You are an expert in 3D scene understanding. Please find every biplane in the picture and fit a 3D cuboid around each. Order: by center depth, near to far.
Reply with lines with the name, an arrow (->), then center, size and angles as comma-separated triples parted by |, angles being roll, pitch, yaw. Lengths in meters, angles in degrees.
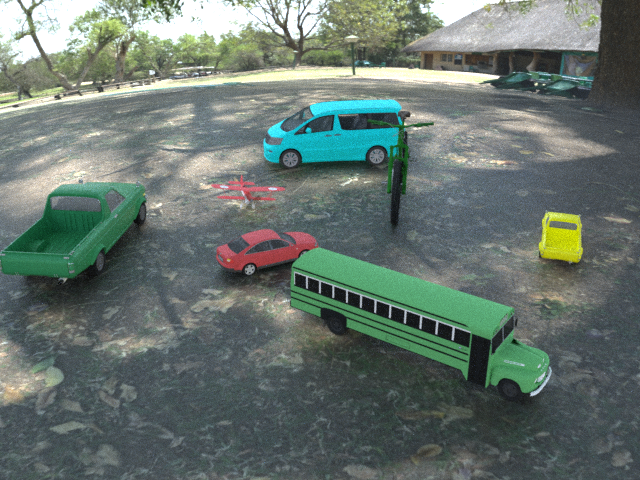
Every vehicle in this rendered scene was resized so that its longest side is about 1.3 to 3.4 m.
biplane -> -1.324, -0.879, 12.743 | 1.336, 0.504, 1.090 | -7, 26, -15

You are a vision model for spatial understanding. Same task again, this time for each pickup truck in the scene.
pickup truck -> -3.734, -0.295, 10.936 | 1.244, 0.993, 3.117 | 3, 25, 6
pickup truck -> 3.825, -0.096, 11.079 | 0.640, 0.511, 1.603 | 8, 26, 16

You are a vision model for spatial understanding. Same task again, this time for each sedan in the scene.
sedan -> -0.784, 0.109, 10.678 | 1.613, 0.483, 0.635 | -13, 28, -26

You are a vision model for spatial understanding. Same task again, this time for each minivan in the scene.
minivan -> 0.291, -2.302, 14.946 | 3.011, 1.197, 1.324 | -3, 25, -6

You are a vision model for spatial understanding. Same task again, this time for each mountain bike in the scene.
mountain bike -> 1.438, -1.448, 12.564 | 1.114, 1.688, 2.857 | 4, 26, 9

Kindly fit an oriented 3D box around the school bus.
school bus -> 1.142, 0.942, 8.492 | 3.322, 0.844, 0.709 | 17, 30, 32
